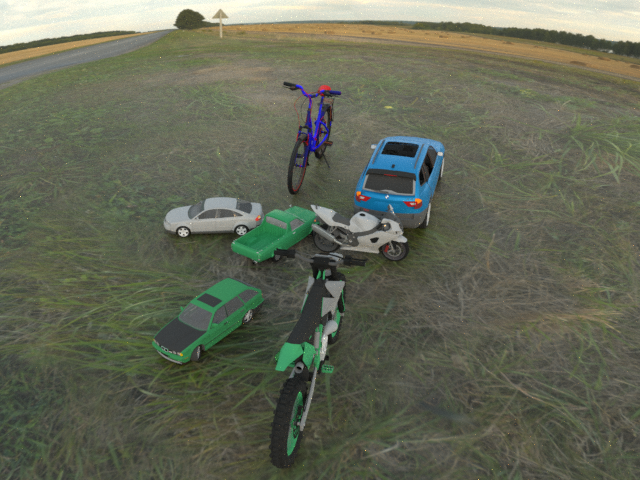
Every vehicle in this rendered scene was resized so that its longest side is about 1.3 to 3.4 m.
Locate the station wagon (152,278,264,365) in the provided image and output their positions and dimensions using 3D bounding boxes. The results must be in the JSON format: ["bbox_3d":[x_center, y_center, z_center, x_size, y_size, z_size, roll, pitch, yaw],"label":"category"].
[{"bbox_3d":[-1.427,0.977,8.999,0.682,0.473,1.597,20,36,30],"label":"station wagon"}]

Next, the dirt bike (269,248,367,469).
[{"bbox_3d":[-0.080,1.027,7.739,1.024,1.666,2.903,7,31,12],"label":"dirt bike"}]

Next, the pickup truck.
[{"bbox_3d":[-0.644,-0.141,10.860,0.640,0.511,1.603,20,36,31],"label":"pickup truck"}]

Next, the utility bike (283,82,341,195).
[{"bbox_3d":[-0.044,-2.056,12.801,1.039,1.839,2.791,8,31,13],"label":"utility bike"}]

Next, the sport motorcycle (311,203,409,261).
[{"bbox_3d":[0.596,-0.114,10.508,1.520,0.821,0.506,8,31,13],"label":"sport motorcycle"}]

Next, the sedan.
[{"bbox_3d":[-1.719,-0.403,11.330,1.613,0.483,0.635,-2,31,-3],"label":"sedan"}]

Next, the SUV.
[{"bbox_3d":[1.422,-1.209,12.063,1.276,1.128,3.058,8,31,13],"label":"SUV"}]
